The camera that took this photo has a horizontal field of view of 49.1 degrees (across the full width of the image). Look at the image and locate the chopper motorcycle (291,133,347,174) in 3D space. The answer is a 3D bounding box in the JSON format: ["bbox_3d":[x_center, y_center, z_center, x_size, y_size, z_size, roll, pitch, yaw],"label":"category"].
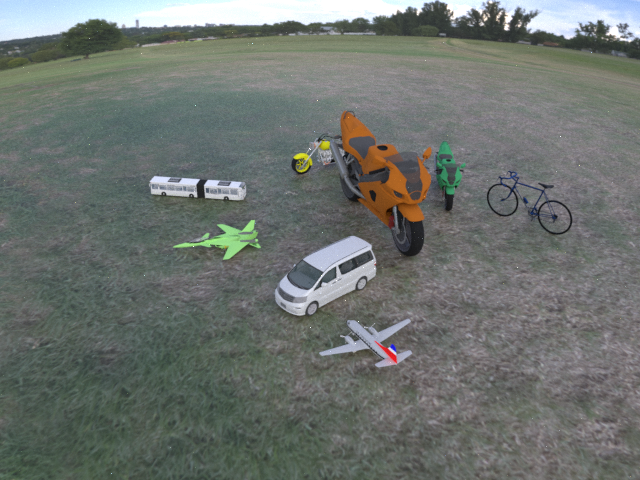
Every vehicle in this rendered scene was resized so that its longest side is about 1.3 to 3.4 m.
[{"bbox_3d":[0.163,-1.770,13.663,1.563,0.761,0.466,-15,33,-24],"label":"chopper motorcycle"}]

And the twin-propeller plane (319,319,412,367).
[{"bbox_3d":[0.636,1.230,8.728,1.370,0.407,1.095,-17,34,-27],"label":"twin-propeller plane"}]

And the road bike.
[{"bbox_3d":[3.454,-0.633,11.565,1.545,0.852,0.358,24,37,36],"label":"road bike"}]

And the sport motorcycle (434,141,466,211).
[{"bbox_3d":[2.268,-1.157,12.522,0.506,0.821,1.520,2,30,3],"label":"sport motorcycle"}]

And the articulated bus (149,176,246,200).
[{"bbox_3d":[-2.217,-0.936,12.670,1.749,0.289,0.311,4,30,8],"label":"articulated bus"}]

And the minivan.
[{"bbox_3d":[0.083,0.489,9.824,1.548,0.616,0.681,-24,37,-35],"label":"minivan"}]

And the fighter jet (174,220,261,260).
[{"bbox_3d":[-1.651,-0.034,11.081,1.358,0.286,1.147,-6,30,-10],"label":"fighter jet"}]

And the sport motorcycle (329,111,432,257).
[{"bbox_3d":[0.964,-0.976,11.415,0.983,1.596,2.955,-11,31,-18],"label":"sport motorcycle"}]
